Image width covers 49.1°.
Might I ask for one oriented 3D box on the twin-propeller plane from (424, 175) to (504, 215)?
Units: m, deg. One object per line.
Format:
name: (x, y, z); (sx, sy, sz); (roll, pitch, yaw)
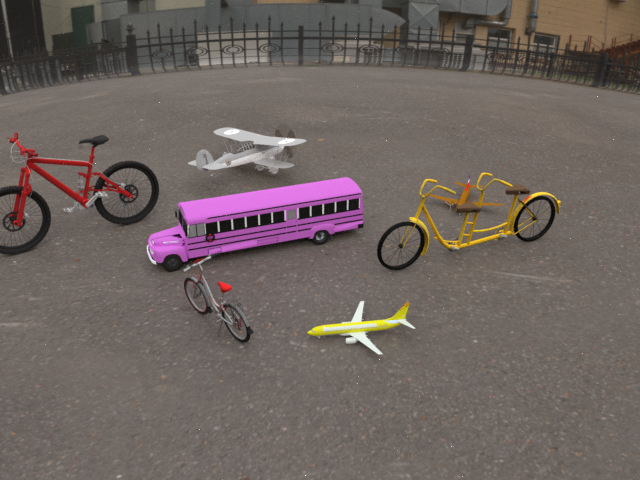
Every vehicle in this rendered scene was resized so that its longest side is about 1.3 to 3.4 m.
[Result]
twin-propeller plane: (2.497, -0.773, 12.106); (1.370, 0.407, 1.095); (9, 29, 17)

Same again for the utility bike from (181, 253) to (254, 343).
utility bike: (-1.337, 0.717, 8.690); (0.535, 0.946, 1.435); (-24, 36, -37)

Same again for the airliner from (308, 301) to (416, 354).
airliner: (0.491, 1.004, 8.698); (1.307, 0.429, 1.161); (-4, 28, -7)

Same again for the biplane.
biplane: (-1.416, -1.604, 13.071); (2.120, 0.981, 2.598); (-22, 35, -36)

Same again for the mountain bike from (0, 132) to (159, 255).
mountain bike: (-3.859, -0.793, 10.767); (2.857, 1.688, 1.114); (-18, 33, -30)

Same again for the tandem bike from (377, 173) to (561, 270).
tandem bike: (2.283, -0.364, 10.340); (3.192, 1.326, 0.550); (-11, 30, -20)

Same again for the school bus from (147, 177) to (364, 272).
school bus: (-0.972, -0.280, 10.698); (3.322, 0.844, 0.709); (-10, 29, -19)
